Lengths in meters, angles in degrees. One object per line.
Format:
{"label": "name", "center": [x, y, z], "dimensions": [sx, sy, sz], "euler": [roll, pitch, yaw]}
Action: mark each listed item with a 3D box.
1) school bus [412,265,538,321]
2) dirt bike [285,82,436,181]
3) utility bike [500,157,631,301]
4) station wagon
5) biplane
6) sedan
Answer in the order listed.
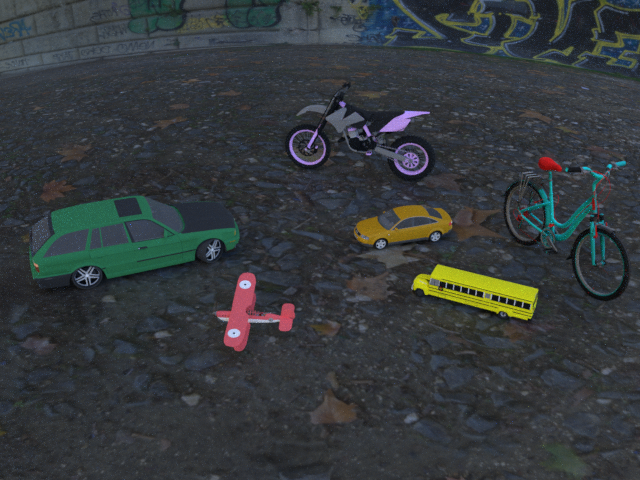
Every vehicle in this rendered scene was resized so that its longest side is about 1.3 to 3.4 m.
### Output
{"label": "school bus", "center": [2.120, 0.707, 9.709], "dimensions": [1.708, 0.434, 0.365], "euler": [14, 33, 22]}
{"label": "dirt bike", "center": [0.727, -1.969, 13.037], "dimensions": [2.903, 1.666, 1.024], "euler": [7, 31, 12]}
{"label": "utility bike", "center": [3.644, -0.433, 10.260], "dimensions": [1.039, 1.839, 2.791], "euler": [-12, 33, -20]}
{"label": "station wagon", "center": [-2.788, -0.118, 10.630], "dimensions": [3.105, 0.920, 1.327], "euler": [-12, 32, -19]}
{"label": "biplane", "center": [-0.870, 1.008, 9.129], "dimensions": [1.090, 0.504, 1.336], "euler": [2, 31, 4]}
{"label": "sedan", "center": [1.340, -0.256, 11.295], "dimensions": [1.613, 0.483, 0.635], "euler": [-8, 31, -13]}
